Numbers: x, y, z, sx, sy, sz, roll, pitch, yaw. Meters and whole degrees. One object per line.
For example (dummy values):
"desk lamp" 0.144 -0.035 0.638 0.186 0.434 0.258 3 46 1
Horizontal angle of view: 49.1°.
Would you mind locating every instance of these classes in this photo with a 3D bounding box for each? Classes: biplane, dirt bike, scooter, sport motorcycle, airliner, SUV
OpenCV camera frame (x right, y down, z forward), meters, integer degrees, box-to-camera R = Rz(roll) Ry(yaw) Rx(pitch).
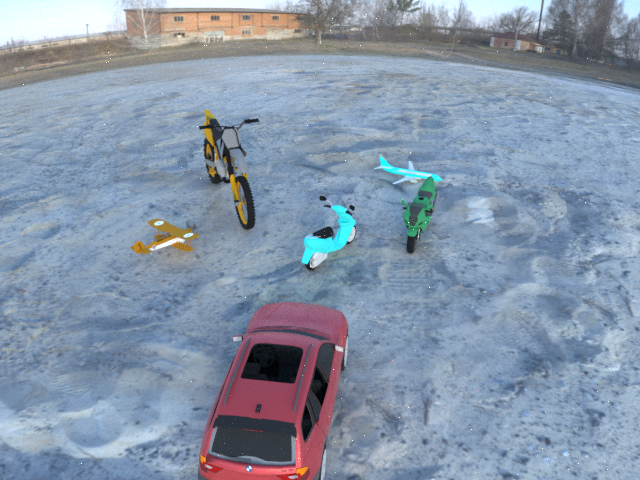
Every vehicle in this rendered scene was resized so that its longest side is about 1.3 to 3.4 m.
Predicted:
"biplane" -2.448 0.003 11.045 1.090 0.504 1.336 -25 38 -36
"dirt bike" -1.637 -1.397 12.336 1.024 1.666 2.903 -11 31 -19
"scooter" 0.170 -0.141 10.880 0.662 0.919 1.399 20 35 31
"sport motorcycle" 1.645 -0.420 11.471 0.506 0.821 1.520 10 31 16
"airliner" 1.736 -1.380 13.561 1.307 0.429 1.161 11 31 19
"SUV" -0.418 1.536 7.711 1.276 1.128 3.058 4 30 8
